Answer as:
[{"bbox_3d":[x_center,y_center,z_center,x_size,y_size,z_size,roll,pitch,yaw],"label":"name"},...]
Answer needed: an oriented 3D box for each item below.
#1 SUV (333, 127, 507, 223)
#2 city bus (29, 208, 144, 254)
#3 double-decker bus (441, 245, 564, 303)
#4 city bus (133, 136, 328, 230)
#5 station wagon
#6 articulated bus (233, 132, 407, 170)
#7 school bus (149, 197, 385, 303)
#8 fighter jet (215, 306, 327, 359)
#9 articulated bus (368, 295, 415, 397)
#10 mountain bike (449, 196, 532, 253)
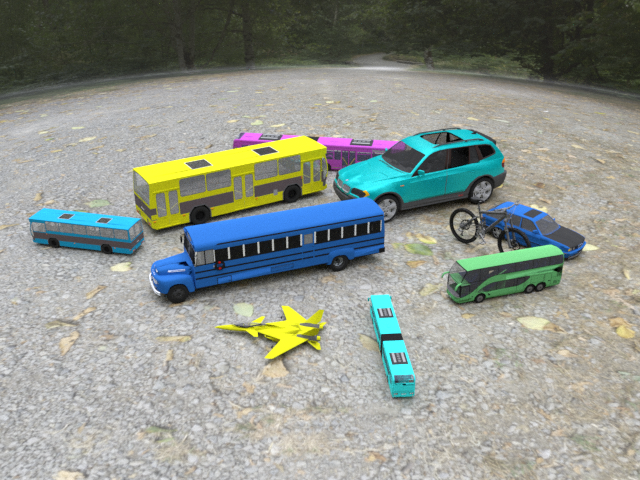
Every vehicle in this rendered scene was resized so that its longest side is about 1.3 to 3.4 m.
[{"bbox_3d":[1.737,-1.200,12.042,3.058,1.128,1.276,-11,29,-21],"label":"SUV"},{"bbox_3d":[-3.540,-0.121,10.631,1.674,0.460,0.476,6,27,12],"label":"city bus"},{"bbox_3d":[2.464,0.460,9.379,1.672,0.541,0.389,-9,28,-17],"label":"double-decker bus"},{"bbox_3d":[-1.443,-0.981,11.867,3.255,0.894,0.926,-15,30,-28],"label":"city bus"},{"bbox_3d":[3.270,-0.188,10.750,0.682,0.473,1.597,-24,35,-39],"label":"station wagon"},{"bbox_3d":[0.005,-1.702,13.681,3.401,0.561,0.605,5,27,9],"label":"articulated bus"},{"bbox_3d":[-0.710,0.094,9.773,3.322,0.844,0.709,-10,28,-20],"label":"school bus"},{"bbox_3d":[-0.626,1.036,8.512,1.358,0.286,1.147,3,27,6],"label":"fighter jet"},{"bbox_3d":[0.826,1.189,8.201,0.311,0.289,1.749,-2,27,-4],"label":"articulated bus"},{"bbox_3d":[2.503,-0.203,10.338,0.573,0.868,1.469,-21,33,-36],"label":"mountain bike"}]
